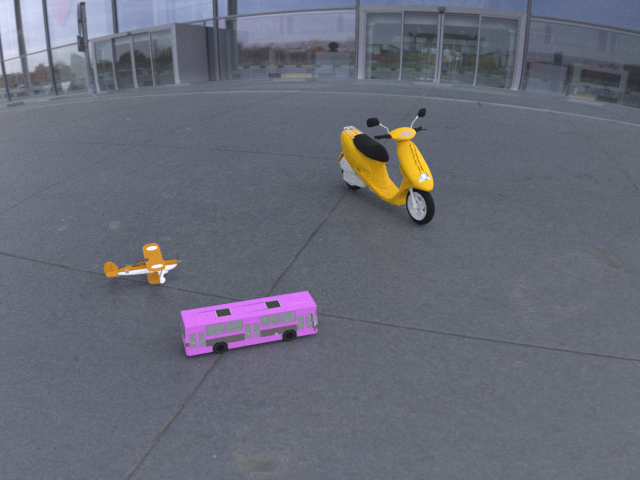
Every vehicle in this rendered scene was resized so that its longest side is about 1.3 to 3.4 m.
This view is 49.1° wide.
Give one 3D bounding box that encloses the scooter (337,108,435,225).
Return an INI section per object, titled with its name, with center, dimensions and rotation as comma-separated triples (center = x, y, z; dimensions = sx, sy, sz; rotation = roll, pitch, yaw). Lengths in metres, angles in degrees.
[scooter]
center = 1.151, -1.469, 12.520
dimensions = 1.288, 1.786, 2.721
rotation = -16, 30, -30

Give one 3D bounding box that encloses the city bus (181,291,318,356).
[city bus]
center = -0.884, 1.058, 8.814
dimensions = 1.674, 0.460, 0.476
rotation = -8, 27, -16

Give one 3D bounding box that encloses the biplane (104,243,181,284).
[biplane]
center = -2.559, 0.392, 10.142
dimensions = 1.090, 0.504, 1.336
rotation = -8, 27, -16
